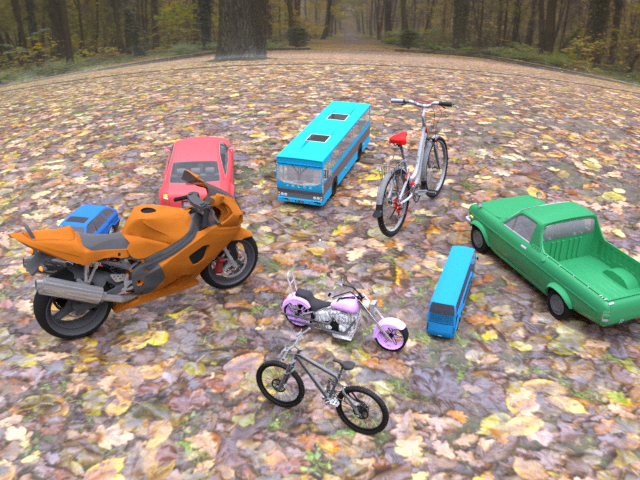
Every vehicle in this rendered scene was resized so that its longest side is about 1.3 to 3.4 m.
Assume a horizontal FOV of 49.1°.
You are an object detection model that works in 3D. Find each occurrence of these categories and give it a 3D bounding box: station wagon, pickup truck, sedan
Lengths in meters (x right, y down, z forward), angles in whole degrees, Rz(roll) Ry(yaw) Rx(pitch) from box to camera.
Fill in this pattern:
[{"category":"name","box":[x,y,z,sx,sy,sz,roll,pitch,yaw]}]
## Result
[{"category":"station wagon","box":[-3.533,-0.076,10.243,0.682,0.473,1.597,5,28,10]},{"category":"pickup truck","box":[3.211,0.107,9.341,1.244,0.993,3.117,-10,29,-18]},{"category":"sedan","box":[-2.064,-1.246,11.958,1.235,0.940,3.137,-3,28,-5]}]

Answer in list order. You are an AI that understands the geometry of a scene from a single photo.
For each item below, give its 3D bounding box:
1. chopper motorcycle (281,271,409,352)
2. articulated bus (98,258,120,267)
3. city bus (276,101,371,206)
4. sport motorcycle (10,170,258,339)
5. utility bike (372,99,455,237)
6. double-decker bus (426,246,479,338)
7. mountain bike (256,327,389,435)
[{"category":"chopper motorcycle","box":[0.280,0.831,8.218,1.563,0.761,0.466,11,30,19]},{"category":"articulated bus","box":[-2.388,0.108,10.092,1.749,0.289,0.311,-24,36,-37]},{"category":"city bus","box":[0.145,-1.618,12.711,0.926,0.894,3.255,8,29,15]},{"category":"sport motorcycle","box":[-2.088,0.186,8.544,2.955,1.596,0.983,-17,32,-29]},{"category":"utility bike","box":[1.407,-1.252,11.006,1.039,1.839,2.791,15,31,27]},{"category":"double-decker bus","box":[1.693,0.604,8.884,0.389,0.541,1.672,9,29,17]},{"category":"mountain bike","box":[0.001,1.438,6.956,1.469,0.868,0.573,13,30,23]}]
